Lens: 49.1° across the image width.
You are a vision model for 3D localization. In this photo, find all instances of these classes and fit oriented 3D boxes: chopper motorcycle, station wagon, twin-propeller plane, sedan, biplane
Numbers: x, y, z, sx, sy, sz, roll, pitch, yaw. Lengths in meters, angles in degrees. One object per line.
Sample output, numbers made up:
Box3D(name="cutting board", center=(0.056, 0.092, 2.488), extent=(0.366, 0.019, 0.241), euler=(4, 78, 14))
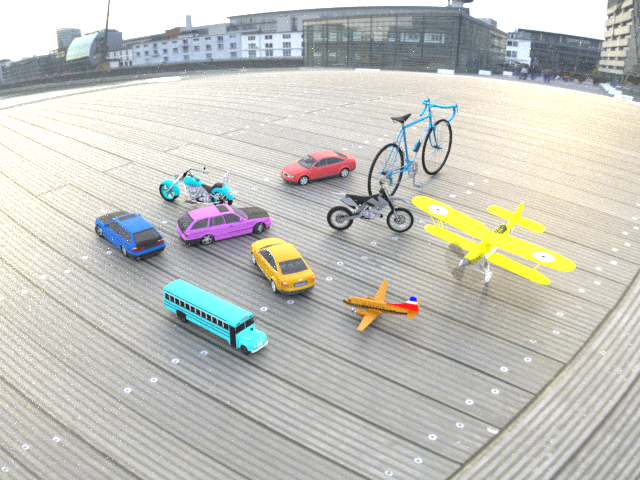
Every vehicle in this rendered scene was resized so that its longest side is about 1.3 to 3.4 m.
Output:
Box3D(name="chopper motorcycle", center=(-2.301, -0.989, 12.920), extent=(1.563, 0.761, 0.466), euler=(11, 29, 21))
Box3D(name="station wagon", center=(-1.623, -0.333, 11.969), extent=(1.597, 0.473, 0.682), euler=(-13, 30, -23))
Box3D(name="station wagon", center=(-3.206, -0.182, 11.678), extent=(0.682, 0.473, 1.597), euler=(-21, 34, -35))
Box3D(name="twin-propeller plane", center=(0.835, 0.878, 9.707), extent=(1.095, 0.407, 1.370), euler=(9, 29, 17))
Box3D(name="sedan", center=(-0.034, -1.516, 14.237), extent=(1.613, 0.483, 0.635), euler=(-13, 30, -24))
Box3D(name="sedan", center=(-0.597, 0.313, 10.712), extent=(0.635, 0.483, 1.613), euler=(-12, 30, -21))
Box3D(name="biplane", center=(2.713, 0.004, 10.768), extent=(2.598, 0.981, 2.120), euler=(19, 33, 32))

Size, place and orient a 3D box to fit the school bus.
Box3D(name="school bus", center=(-1.415, 1.020, 9.404), extent=(1.708, 0.434, 0.365), euler=(20, 34, 34))

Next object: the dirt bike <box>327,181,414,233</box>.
Box3D(name="dirt bike", center=(0.860, -0.530, 11.931), extent=(1.493, 0.857, 0.527), euler=(2, 28, 5))

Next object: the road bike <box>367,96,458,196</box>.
Box3D(name="road bike", center=(1.801, -1.767, 13.449), extent=(0.696, 1.656, 3.004), euler=(20, 34, 34))
